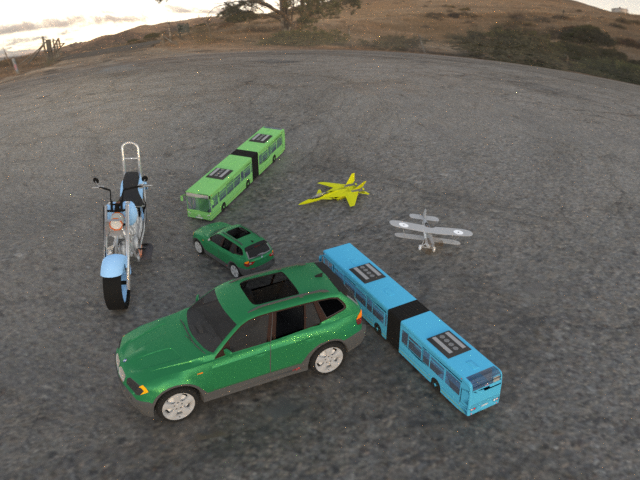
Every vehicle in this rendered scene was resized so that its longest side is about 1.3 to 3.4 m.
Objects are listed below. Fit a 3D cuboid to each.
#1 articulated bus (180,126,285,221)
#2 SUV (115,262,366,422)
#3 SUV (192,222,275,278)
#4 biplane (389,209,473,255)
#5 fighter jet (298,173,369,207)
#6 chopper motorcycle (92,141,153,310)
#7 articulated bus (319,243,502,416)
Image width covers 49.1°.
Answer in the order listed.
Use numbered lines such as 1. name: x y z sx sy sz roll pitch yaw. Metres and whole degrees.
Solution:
1. articulated bus: -1.530 -1.349 13.352 0.605 0.561 3.401 10 32 17
2. SUV: -0.944 1.111 8.530 3.058 1.128 1.276 -13 33 -22
3. SUV: -1.365 0.056 10.903 0.656 0.580 1.572 -25 38 -36
4. biplane: 1.765 -0.146 11.328 1.336 0.504 1.090 0 30 0
5. fighter jet: 0.193 -0.884 12.822 1.358 0.286 1.147 -17 34 -27
6. chopper motorcycle: -2.965 -0.286 10.596 0.906 1.480 3.040 -3 30 -5
7. articulated bus: 1.054 1.030 9.237 0.605 0.561 3.401 -16 34 -25
